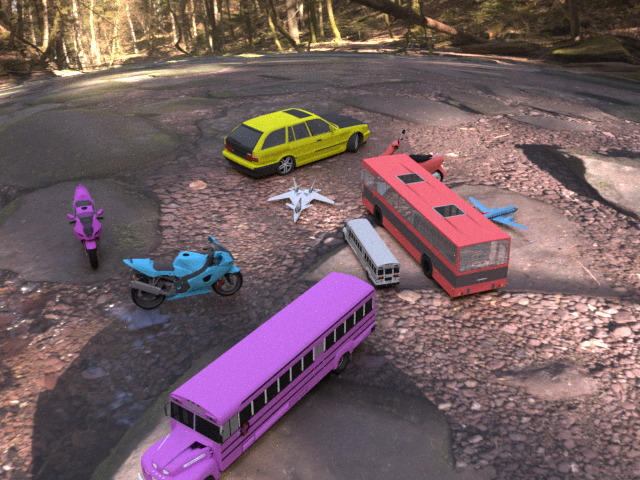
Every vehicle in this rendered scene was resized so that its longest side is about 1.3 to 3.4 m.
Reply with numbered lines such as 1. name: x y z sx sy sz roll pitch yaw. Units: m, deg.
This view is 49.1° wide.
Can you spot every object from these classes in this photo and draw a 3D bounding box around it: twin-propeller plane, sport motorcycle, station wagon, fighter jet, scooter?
1. twin-propeller plane: 2.823 -0.455 11.399 1.095 0.407 1.370 -15 32 -26
2. sport motorcycle: -3.497 -0.219 10.523 0.506 0.821 1.520 -10 30 -18
3. station wagon: -0.392 -2.095 13.906 3.105 0.920 1.327 -22 36 -35
4. fighter jet: -0.341 -0.682 11.947 1.147 0.286 1.358 3 28 5
5. sport motorcycle: -1.776 0.466 9.250 1.520 0.821 0.506 -8 29 -15
6. scooter: 1.619 -1.465 12.736 1.399 0.919 0.662 7 29 13

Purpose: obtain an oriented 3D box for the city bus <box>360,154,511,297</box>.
1. city bus: 1.609 -0.297 10.591 0.926 0.894 3.255 -10 30 -17

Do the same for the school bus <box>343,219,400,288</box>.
1. school bus: 0.716 0.128 10.286 0.365 0.434 1.708 -7 29 -13

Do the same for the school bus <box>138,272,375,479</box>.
1. school bus: -0.537 1.431 7.430 0.709 0.844 3.322 18 33 30
